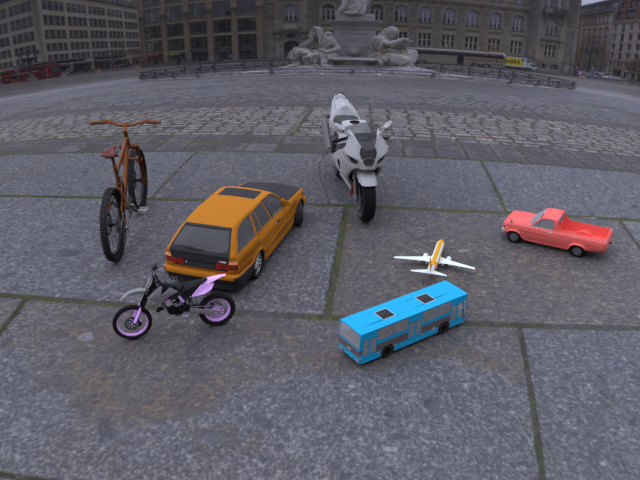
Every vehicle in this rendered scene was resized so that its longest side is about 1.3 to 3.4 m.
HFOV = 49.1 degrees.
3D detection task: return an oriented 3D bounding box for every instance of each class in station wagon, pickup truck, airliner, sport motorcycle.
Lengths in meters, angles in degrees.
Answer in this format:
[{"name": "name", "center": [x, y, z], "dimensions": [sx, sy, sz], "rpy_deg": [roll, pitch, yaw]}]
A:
[{"name": "station wagon", "center": [-1.163, -0.324, 10.611], "dimensions": [1.327, 0.920, 3.105], "rpy_deg": [8, 27, 15]}, {"name": "pickup truck", "center": [3.639, -0.170, 10.763], "dimensions": [1.603, 0.511, 0.640], "rpy_deg": [15, 30, 27]}, {"name": "airliner", "center": [1.682, 0.179, 10.145], "dimensions": [1.161, 0.429, 1.307], "rpy_deg": [8, 27, 16]}, {"name": "sport motorcycle", "center": [0.582, -1.512, 12.258], "dimensions": [0.983, 1.596, 2.955], "rpy_deg": [-4, 26, -8]}]

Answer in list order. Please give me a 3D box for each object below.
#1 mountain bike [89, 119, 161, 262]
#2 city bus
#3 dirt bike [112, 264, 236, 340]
[{"name": "mountain bike", "center": [-3.039, -0.885, 10.881], "dimensions": [1.114, 1.688, 2.857], "rpy_deg": [-1, 26, -2]}, {"name": "city bus", "center": [1.026, 0.992, 8.460], "dimensions": [1.674, 0.460, 0.476], "rpy_deg": [-16, 31, -30]}, {"name": "dirt bike", "center": [-1.770, 0.757, 8.487], "dimensions": [1.493, 0.857, 0.527], "rpy_deg": [-8, 27, -16]}]
